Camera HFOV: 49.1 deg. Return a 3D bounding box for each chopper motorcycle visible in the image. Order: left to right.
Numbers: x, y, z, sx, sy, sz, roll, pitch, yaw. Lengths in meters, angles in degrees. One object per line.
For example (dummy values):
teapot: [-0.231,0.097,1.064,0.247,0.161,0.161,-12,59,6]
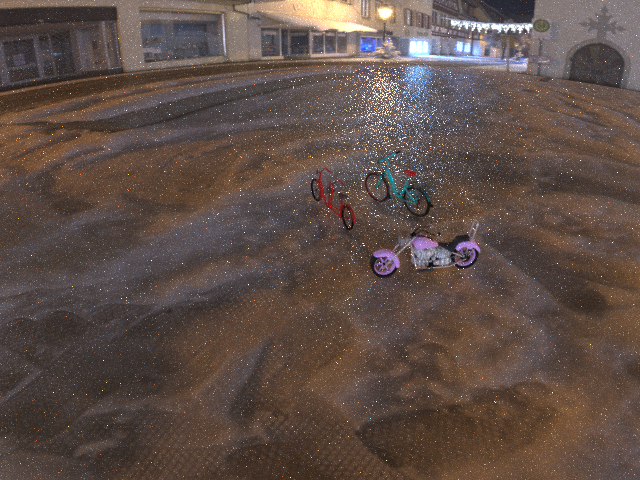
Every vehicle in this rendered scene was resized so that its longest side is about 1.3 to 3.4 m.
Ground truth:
chopper motorcycle: [1.467,0.114,9.680,1.563,0.761,0.466,-4,27,-8]

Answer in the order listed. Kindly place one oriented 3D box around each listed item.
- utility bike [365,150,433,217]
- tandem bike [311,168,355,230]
utility bike: [1.251,-0.915,11.482,1.435,0.946,0.535,24,36,39]
tandem bike: [0.190,-0.718,11.387,0.283,0.682,1.642,-12,29,-22]
